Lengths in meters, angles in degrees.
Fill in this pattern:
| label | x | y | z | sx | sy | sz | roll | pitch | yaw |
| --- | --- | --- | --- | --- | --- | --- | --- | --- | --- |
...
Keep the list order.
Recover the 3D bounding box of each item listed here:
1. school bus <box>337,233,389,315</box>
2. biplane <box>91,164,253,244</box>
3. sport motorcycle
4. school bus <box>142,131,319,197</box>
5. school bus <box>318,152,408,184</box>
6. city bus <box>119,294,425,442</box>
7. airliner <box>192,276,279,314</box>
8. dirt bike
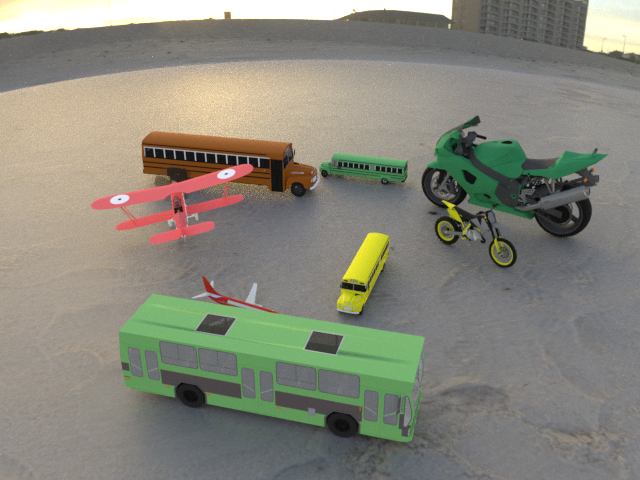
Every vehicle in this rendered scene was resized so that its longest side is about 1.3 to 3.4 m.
| label | x | y | z | sx | sy | sz | roll | pitch | yaw |
| --- | --- | --- | --- | --- | --- | --- | --- | --- | --- |
| school bus | 0.626 | 0.461 | 9.921 | 0.365 | 0.434 | 1.708 | 9 | 29 | 16 |
| biplane | -2.275 | -0.469 | 11.083 | 2.598 | 0.981 | 2.120 | -7 | 29 | -12 |
| sport motorcycle | 3.052 | -1.027 | 11.475 | 2.955 | 1.596 | 0.983 | 16 | 32 | 28 |
| school bus | -1.660 | -1.450 | 13.067 | 3.322 | 0.844 | 0.709 | 7 | 29 | 12 |
| school bus | 0.807 | -1.378 | 13.367 | 1.708 | 0.434 | 0.365 | 8 | 29 | 15 |
| city bus | -0.530 | 1.393 | 7.684 | 3.255 | 0.894 | 0.926 | 7 | 29 | 14 |
| airliner | -1.030 | 0.802 | 9.286 | 1.307 | 0.429 | 1.161 | 13 | 31 | 23 |
| dirt bike | 2.360 | -0.151 | 10.618 | 0.527 | 0.857 | 1.493 | -24 | 36 | -37 |
